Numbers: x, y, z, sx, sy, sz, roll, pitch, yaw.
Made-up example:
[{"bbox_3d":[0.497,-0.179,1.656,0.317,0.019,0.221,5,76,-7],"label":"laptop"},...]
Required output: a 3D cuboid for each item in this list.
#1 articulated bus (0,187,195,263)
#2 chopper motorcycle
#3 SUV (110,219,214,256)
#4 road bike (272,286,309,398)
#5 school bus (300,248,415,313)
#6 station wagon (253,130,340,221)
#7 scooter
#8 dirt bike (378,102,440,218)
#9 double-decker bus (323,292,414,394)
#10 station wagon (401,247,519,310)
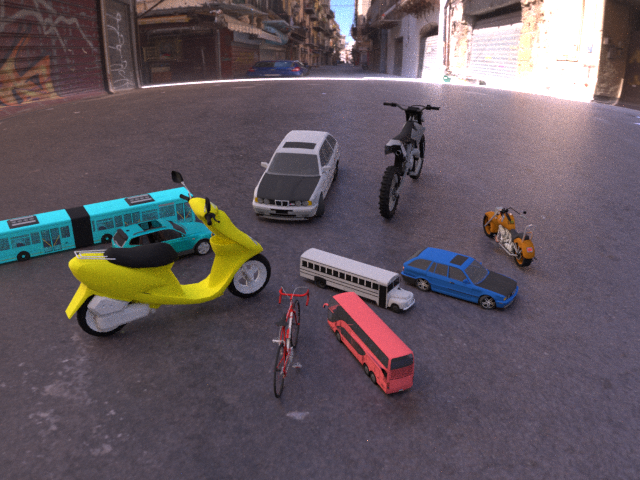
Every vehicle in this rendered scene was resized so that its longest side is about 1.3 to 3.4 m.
[{"bbox_3d":[-3.647,-0.250,11.184,3.401,0.561,0.605,-14,29,-26],"label":"articulated bus"},{"bbox_3d":[2.897,-0.171,10.787,0.466,0.761,1.563,-5,26,-10],"label":"chopper motorcycle"},{"bbox_3d":[-2.384,-0.018,10.676,1.572,0.580,0.656,-16,30,-29],"label":"SUV"},{"bbox_3d":[-0.369,1.106,8.004,0.358,0.852,1.545,4,26,7],"label":"road bike"},{"bbox_3d":[0.505,0.544,9.667,1.708,0.434,0.365,16,30,31],"label":"school bus"},{"bbox_3d":[-0.388,-1.303,12.976,1.327,0.920,3.105,4,26,9],"label":"station wagon"},{"bbox_3d":[-1.866,0.190,8.839,2.721,1.786,1.288,-14,29,-26],"label":"scooter"},{"bbox_3d":[1.534,-1.569,12.666,1.024,1.666,2.903,9,27,18],"label":"dirt bike"},{"bbox_3d":[0.552,1.152,8.268,0.389,0.541,1.672,-11,28,-21],"label":"double-decker bus"},{"bbox_3d":[1.949,0.492,9.732,1.597,0.473,0.682,15,30,29],"label":"station wagon"}]
